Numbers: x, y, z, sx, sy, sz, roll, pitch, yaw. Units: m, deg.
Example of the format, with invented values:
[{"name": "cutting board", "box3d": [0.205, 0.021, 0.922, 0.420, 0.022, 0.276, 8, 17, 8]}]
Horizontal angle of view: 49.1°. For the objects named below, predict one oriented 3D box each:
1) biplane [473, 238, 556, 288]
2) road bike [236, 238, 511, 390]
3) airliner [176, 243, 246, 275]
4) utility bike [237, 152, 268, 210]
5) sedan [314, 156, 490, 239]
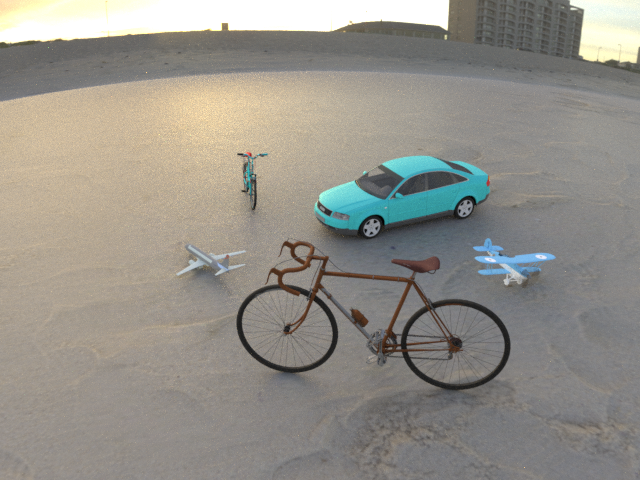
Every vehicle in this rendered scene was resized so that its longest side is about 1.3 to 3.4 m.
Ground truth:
[{"name": "biplane", "box3d": [2.664, 0.310, 9.940, 1.336, 0.504, 1.090, -11, 28, -21]}, {"name": "road bike", "box3d": [0.540, 0.847, 7.553, 3.004, 1.656, 0.697, 4, 27, 9]}, {"name": "airliner", "box3d": [-1.662, 0.194, 10.261, 1.161, 0.429, 1.307, -20, 33, -35]}, {"name": "utility bike", "box3d": [-1.205, -1.167, 12.435, 0.535, 0.946, 1.435, -6, 27, -12]}, {"name": "sedan", "box3d": [1.404, -0.834, 11.767, 3.137, 0.940, 1.235, -12, 29, -23]}]
